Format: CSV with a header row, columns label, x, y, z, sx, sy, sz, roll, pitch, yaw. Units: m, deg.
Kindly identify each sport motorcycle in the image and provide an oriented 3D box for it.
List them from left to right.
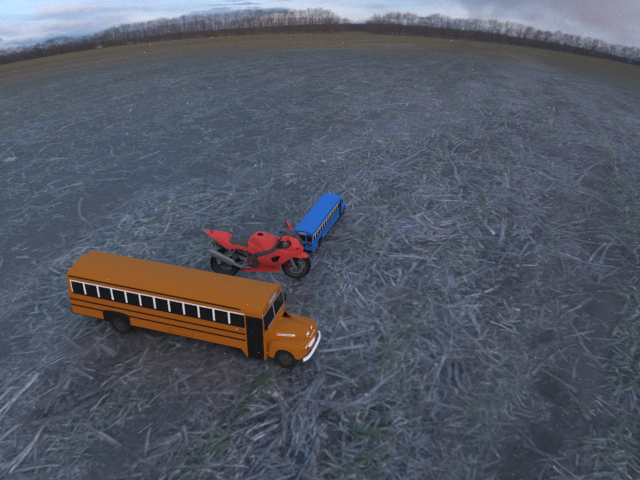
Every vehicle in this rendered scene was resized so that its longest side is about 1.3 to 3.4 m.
label,x,y,z,sx,sy,sz,roll,pitch,yaw
sport motorcycle,-0.890,0.184,10.205,1.520,0.821,0.506,1,30,3

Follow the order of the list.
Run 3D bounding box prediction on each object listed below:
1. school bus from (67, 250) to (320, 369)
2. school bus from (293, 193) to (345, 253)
label,x,y,z,sx,sy,sz,roll,pitch,yaw
school bus,-1.626,0.852,9.008,3.322,0.844,0.709,9,31,16
school bus,0.015,-0.335,11.508,0.365,0.434,1.708,10,31,17
